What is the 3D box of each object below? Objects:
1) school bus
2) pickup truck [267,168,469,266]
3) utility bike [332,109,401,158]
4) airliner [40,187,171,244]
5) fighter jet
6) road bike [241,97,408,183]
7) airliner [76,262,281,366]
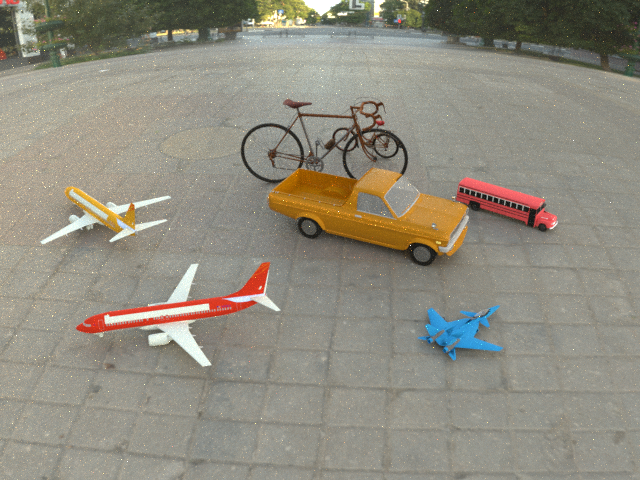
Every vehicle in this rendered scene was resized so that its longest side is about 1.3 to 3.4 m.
[{"bbox_3d":[3.119,-0.604,11.680,1.708,0.434,0.365,21,36,32],"label":"school bus"},{"bbox_3d":[0.750,-0.551,11.036,3.117,0.993,1.244,14,33,22],"label":"pickup truck"},{"bbox_3d":[0.897,-2.065,13.671,1.435,0.946,0.535,11,32,18],"label":"utility bike"},{"bbox_3d":[-3.568,-0.609,11.291,2.257,0.835,2.541,-25,39,-36],"label":"airliner"},{"bbox_3d":[1.925,1.040,9.016,1.358,0.286,1.147,-25,38,-36],"label":"fighter jet"},{"bbox_3d":[0.057,-1.701,12.346,3.004,1.656,0.696,4,31,7],"label":"road bike"},{"bbox_3d":[-1.833,0.773,8.928,2.541,0.835,2.257,-6,31,-11],"label":"airliner"}]
